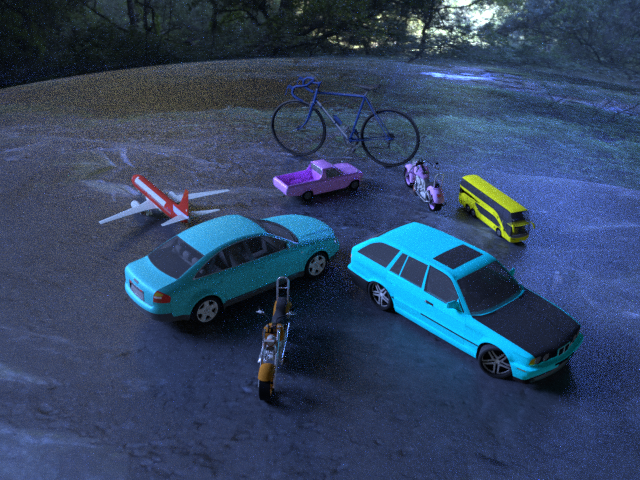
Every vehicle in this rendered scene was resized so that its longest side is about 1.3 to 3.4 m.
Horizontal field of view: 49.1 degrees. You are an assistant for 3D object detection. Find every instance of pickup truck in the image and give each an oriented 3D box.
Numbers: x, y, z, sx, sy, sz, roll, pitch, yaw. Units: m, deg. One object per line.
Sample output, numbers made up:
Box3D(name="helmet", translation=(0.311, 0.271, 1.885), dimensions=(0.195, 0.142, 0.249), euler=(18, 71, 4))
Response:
Box3D(name="pickup truck", translation=(-0.019, -1.114, 12.465), dimensions=(1.603, 0.511, 0.640), euler=(-15, 31, -25))

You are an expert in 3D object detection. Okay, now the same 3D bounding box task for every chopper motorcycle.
Box3D(name="chopper motorcycle", translation=(1.783, -1.059, 12.094), dimensions=(0.466, 0.761, 1.563), euler=(-6, 29, -12))
Box3D(name="chopper motorcycle", translation=(-0.518, 1.105, 8.026), dimensions=(0.466, 0.761, 1.563), euler=(3, 28, 5))

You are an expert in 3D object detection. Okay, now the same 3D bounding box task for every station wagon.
Box3D(name="station wagon", translation=(1.744, 0.620, 8.768), dimensions=(1.327, 0.920, 3.105), euler=(-22, 35, -35))

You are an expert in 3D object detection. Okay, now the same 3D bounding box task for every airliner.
Box3D(name="airliner", translation=(-2.662, -0.838, 11.600), dimensions=(2.257, 0.835, 2.541), euler=(-18, 33, -30))

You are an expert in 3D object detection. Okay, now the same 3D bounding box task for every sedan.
Box3D(name="sedan", translation=(-1.104, 0.188, 9.561), dimensions=(3.137, 0.940, 1.235), euler=(-21, 35, -34))

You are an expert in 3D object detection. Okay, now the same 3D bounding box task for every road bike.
Box3D(name="road bike", translation=(0.449, -2.292, 13.459), dimensions=(3.004, 1.656, 0.697), euler=(9, 29, 16))

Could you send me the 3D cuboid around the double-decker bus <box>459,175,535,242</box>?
Box3D(name="double-decker bus", translation=(2.804, -0.509, 11.294), dimensions=(0.389, 0.541, 1.672), euler=(-10, 30, -18))
